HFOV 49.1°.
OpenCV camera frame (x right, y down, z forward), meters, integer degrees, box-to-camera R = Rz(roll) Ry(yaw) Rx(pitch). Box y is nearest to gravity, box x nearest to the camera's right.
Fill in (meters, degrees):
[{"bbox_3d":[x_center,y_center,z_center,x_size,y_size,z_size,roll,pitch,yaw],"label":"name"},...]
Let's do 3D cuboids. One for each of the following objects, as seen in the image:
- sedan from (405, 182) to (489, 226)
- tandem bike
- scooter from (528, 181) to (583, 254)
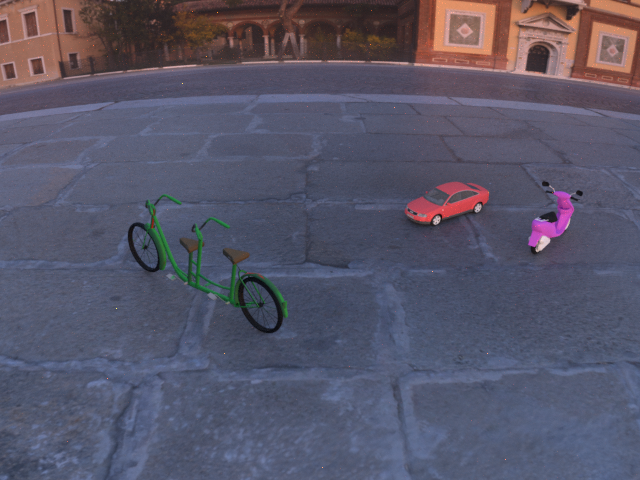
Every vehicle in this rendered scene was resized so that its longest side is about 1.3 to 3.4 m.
[{"bbox_3d":[2.180,-0.678,11.987,1.613,0.483,0.635,-16,31,-28],"label":"sedan"},{"bbox_3d":[-1.616,0.233,9.296,3.192,1.326,0.550,21,34,35],"label":"tandem bike"},{"bbox_3d":[3.641,-0.368,10.908,0.662,0.919,1.399,22,34,36],"label":"scooter"}]
